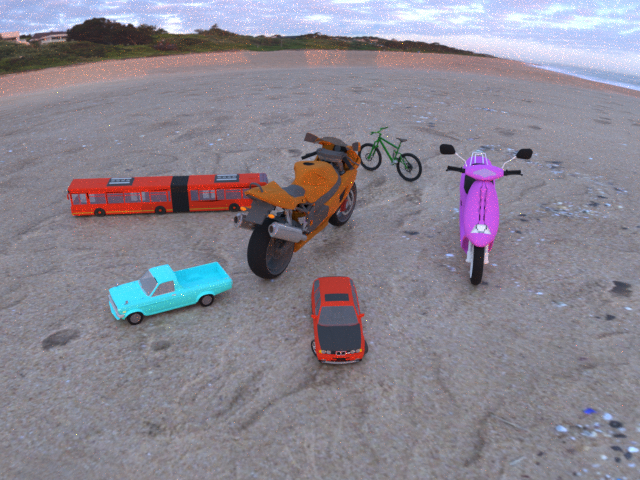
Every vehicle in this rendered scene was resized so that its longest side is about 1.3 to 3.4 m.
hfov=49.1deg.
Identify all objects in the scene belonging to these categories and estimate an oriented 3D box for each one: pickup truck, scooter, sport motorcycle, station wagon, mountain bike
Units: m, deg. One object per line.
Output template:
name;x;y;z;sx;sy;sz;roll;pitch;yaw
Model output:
pickup truck;-1.997;0.630;9.352;1.603;0.511;0.640;-13;30;-24
scooter;2.382;-0.654;10.482;1.288;1.786;2.721;5;27;9
sport motorcycle;-0.195;-0.573;10.531;0.983;1.596;2.955;15;30;27
station wagon;0.210;0.936;8.786;0.682;0.473;1.597;-1;27;-2
mountain bike;1.337;-1.648;13.472;1.469;0.868;0.573;20;33;34

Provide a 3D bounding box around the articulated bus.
articulated bus;-2.595;-0.794;12.121;3.401;0.561;0.605;-2;27;-4
